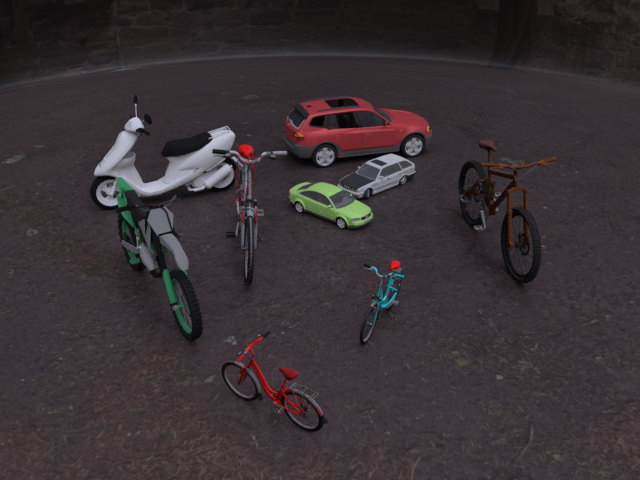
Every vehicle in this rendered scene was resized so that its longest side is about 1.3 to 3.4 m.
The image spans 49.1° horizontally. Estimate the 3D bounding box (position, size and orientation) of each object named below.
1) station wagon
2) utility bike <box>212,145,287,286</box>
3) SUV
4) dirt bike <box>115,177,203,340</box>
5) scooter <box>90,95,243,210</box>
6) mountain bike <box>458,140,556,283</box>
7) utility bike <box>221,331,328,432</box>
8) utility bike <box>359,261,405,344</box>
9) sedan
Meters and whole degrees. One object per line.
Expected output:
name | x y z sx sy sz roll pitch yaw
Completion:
station wagon | 1.050 -1.207 12.938 1.597 0.473 0.682 -23 36 -36
utility bike | -1.028 -0.644 10.482 1.039 1.839 2.791 -4 29 -7
SUV | 0.776 -2.306 14.266 3.058 1.128 1.276 -8 30 -15
dirt bike | -2.210 0.083 9.333 1.024 1.666 2.903 -16 33 -27
scooter | -2.669 -1.522 12.144 2.721 1.786 1.288 -12 31 -20
mountain bike | 2.673 -0.605 10.569 1.114 1.688 2.857 -5 29 -9
utility bike | -0.545 1.536 7.424 1.435 0.946 0.535 18 33 30
utility bike | 0.860 0.686 8.980 0.535 0.946 1.435 13 31 22
sedan | 0.175 -0.646 11.900 1.613 0.483 0.635 22 36 35
